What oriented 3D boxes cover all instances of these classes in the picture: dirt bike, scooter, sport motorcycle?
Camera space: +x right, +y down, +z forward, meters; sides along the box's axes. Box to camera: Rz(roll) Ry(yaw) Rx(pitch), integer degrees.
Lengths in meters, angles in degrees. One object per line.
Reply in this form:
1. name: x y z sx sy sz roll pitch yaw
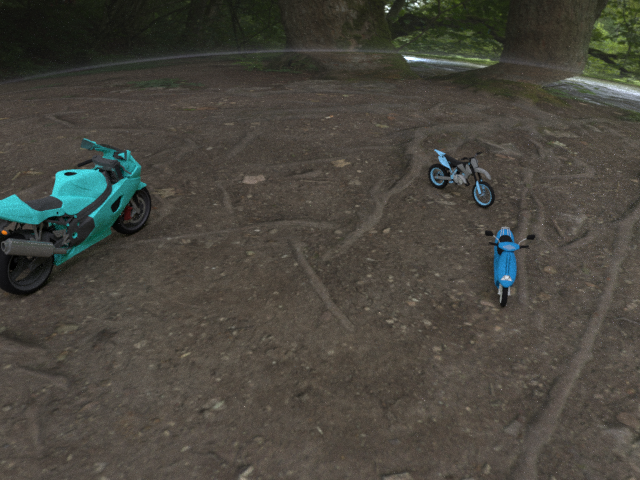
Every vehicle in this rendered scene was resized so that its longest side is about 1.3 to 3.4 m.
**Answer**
1. dirt bike: 2.476 -1.137 12.243 0.527 0.857 1.493 -22 36 -34
2. scooter: 2.576 0.225 9.722 0.662 0.919 1.399 6 29 10
3. sport motorcycle: -3.561 -0.396 10.143 0.983 1.596 2.955 16 33 27
